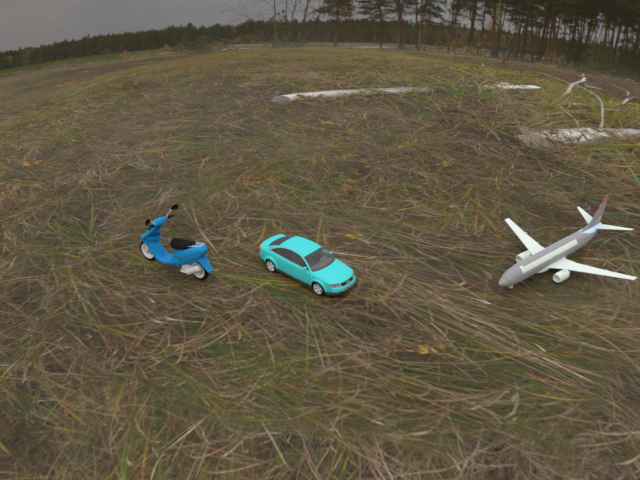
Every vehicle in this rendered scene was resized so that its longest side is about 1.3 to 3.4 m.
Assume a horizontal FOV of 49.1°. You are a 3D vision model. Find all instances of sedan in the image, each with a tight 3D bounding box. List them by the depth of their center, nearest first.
[{"bbox_3d":[-0.194,0.302,10.185,1.613,0.483,0.635,24,37,35],"label":"sedan"}]

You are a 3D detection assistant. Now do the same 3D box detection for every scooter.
[{"bbox_3d":[-2.141,0.043,10.200,1.399,0.919,0.662,18,34,28],"label":"scooter"}]

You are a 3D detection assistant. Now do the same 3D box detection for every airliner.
[{"bbox_3d":[3.491,0.028,10.310,2.541,0.835,2.257,-21,36,-32],"label":"airliner"}]
